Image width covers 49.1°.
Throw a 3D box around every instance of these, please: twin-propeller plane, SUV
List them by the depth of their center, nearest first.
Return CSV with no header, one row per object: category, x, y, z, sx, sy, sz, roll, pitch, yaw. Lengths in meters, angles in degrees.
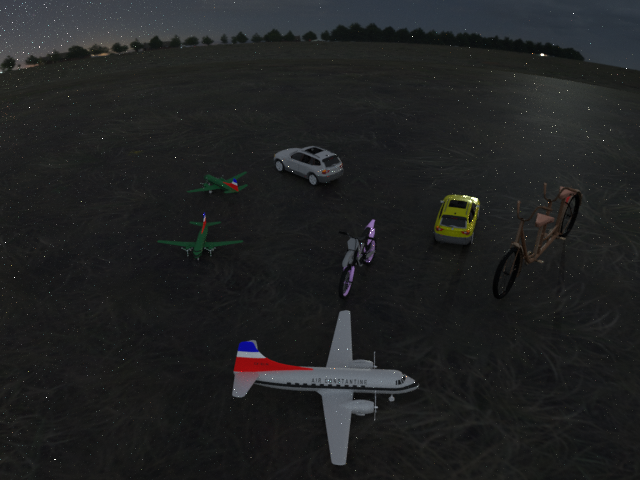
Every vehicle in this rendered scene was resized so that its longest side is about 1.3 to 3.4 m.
twin-propeller plane,0.069,1.506,7.982,2.129,0.792,2.663,1,29,3
twin-propeller plane,-1.911,-0.052,11.246,1.370,0.407,1.095,0,29,0
SUV,2.318,-0.431,11.761,0.656,0.580,1.572,8,30,15
twin-propeller plane,-1.868,-1.096,13.163,1.370,0.407,1.095,-24,37,-37
SUV,-0.241,-1.559,13.832,0.656,0.580,1.572,-25,37,-38

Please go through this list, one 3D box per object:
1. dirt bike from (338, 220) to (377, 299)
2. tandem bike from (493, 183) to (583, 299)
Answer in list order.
dirt bike,0.578,0.220,10.276,0.527,0.857,1.493,11,31,20
tandem bike,3.388,-0.217,10.588,0.550,1.326,3.192,21,35,33
